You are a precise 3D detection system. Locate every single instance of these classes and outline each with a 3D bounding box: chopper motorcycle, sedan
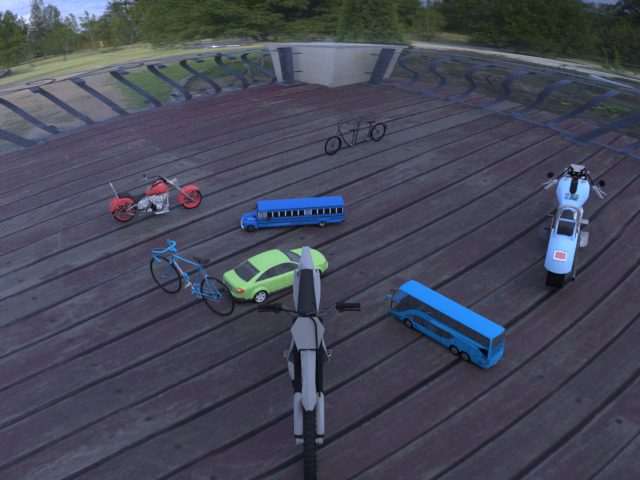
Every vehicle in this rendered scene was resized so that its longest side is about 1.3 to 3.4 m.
[{"bbox_3d":[-2.770,-0.759,11.797,1.563,0.761,0.466,-15,34,-23],"label":"chopper motorcycle"},{"bbox_3d":[3.787,-0.473,10.619,0.906,1.480,3.040,12,33,18],"label":"chopper motorcycle"},{"bbox_3d":[-0.621,0.421,10.096,1.613,0.483,0.635,-19,36,-29],"label":"sedan"}]

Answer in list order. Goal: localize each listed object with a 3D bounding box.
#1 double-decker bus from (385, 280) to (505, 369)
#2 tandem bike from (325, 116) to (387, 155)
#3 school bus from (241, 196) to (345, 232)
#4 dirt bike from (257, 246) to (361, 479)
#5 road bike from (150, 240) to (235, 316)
[{"bbox_3d":[1.587,1.042,9.002,0.389,0.541,1.672,-26,39,-36],"label":"double-decker bus"},{"bbox_3d":[0.752,-2.200,14.281,1.642,0.682,0.283,-21,37,-31],"label":"tandem bike"},{"bbox_3d":[-0.454,-0.439,11.580,1.708,0.434,0.365,-4,31,-6],"label":"school bus"},{"bbox_3d":[-0.118,1.184,7.670,1.024,1.666,2.903,-1,31,-1],"label":"dirt bike"},{"bbox_3d":[-1.779,0.517,9.576,1.545,0.852,0.358,19,36,28],"label":"road bike"}]
